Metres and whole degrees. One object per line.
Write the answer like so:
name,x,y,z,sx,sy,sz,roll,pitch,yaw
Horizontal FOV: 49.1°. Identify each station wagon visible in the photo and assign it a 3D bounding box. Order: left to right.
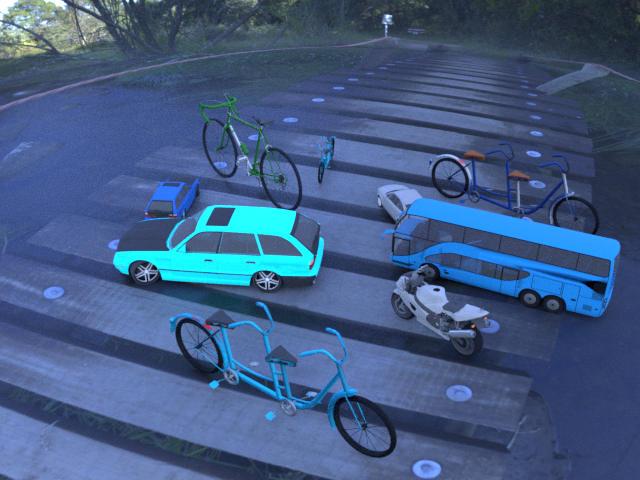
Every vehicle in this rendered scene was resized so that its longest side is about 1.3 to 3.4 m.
station wagon,-2.576,-0.781,12.311,0.682,0.473,1.597,3,30,5
station wagon,-1.517,0.035,10.473,3.105,0.920,1.327,3,30,5

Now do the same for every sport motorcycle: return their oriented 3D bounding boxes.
sport motorcycle,1.512,0.910,9.076,0.506,0.821,1.520,-25,38,-36

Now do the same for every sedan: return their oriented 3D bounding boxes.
sedan,1.469,-0.619,12.025,0.635,0.483,1.613,-9,31,-15

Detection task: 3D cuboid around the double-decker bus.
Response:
double-decker bus,2.520,0.194,10.073,3.251,1.052,0.756,15,33,23

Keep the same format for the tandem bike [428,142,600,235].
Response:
tandem bike,3.194,-0.972,11.793,3.192,1.326,0.550,24,38,35

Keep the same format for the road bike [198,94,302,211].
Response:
road bike,-1.289,-1.598,12.537,0.697,1.656,3.004,-24,38,-35

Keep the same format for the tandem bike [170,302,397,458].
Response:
tandem bike,-0.529,1.371,7.788,3.192,1.326,0.550,19,35,30

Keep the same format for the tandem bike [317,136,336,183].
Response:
tandem bike,0.133,-1.691,13.660,0.283,0.682,1.642,5,31,9
